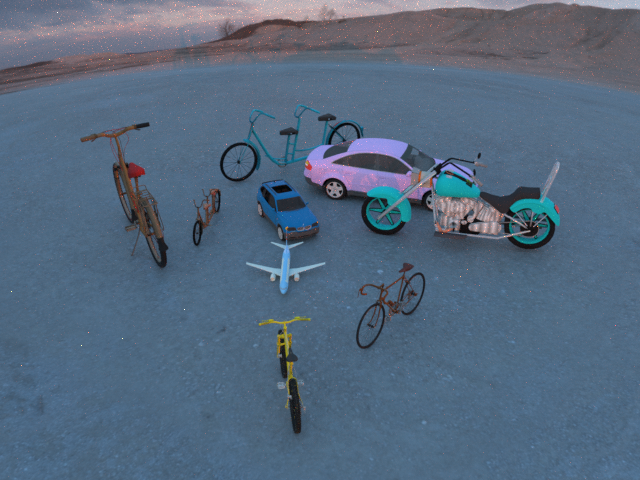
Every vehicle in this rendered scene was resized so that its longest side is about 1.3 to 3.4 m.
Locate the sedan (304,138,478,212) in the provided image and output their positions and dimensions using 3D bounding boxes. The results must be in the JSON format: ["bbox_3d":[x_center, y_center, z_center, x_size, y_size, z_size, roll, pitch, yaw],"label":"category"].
[{"bbox_3d":[1.267,-1.269,12.612,3.137,0.940,1.235,8,29,15],"label":"sedan"}]

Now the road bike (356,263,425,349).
[{"bbox_3d":[0.921,0.766,8.814,0.358,0.852,1.545,21,34,34],"label":"road bike"}]

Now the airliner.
[{"bbox_3d":[-0.503,0.324,10.115,1.161,0.429,1.307,0,28,0],"label":"airliner"}]

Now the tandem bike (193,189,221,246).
[{"bbox_3d":[-1.843,-0.512,11.444,0.283,0.682,1.642,3,28,6],"label":"tandem bike"}]

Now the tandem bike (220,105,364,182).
[{"bbox_3d":[-0.480,-1.983,13.562,3.192,1.326,0.550,-15,31,-27],"label":"tandem bike"}]

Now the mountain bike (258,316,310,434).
[{"bbox_3d":[-0.340,1.383,7.615,0.573,0.868,1.469,-5,28,-9],"label":"mountain bike"}]

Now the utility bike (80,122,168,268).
[{"bbox_3d":[-2.904,-0.735,10.620,1.039,1.839,2.791,-14,31,-24],"label":"utility bike"}]

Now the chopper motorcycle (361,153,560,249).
[{"bbox_3d":[2.155,-0.645,10.836,3.040,1.480,0.906,8,29,14],"label":"chopper motorcycle"}]

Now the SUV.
[{"bbox_3d":[-0.558,-0.525,11.578,0.656,0.580,1.572,-12,30,-21],"label":"SUV"}]
